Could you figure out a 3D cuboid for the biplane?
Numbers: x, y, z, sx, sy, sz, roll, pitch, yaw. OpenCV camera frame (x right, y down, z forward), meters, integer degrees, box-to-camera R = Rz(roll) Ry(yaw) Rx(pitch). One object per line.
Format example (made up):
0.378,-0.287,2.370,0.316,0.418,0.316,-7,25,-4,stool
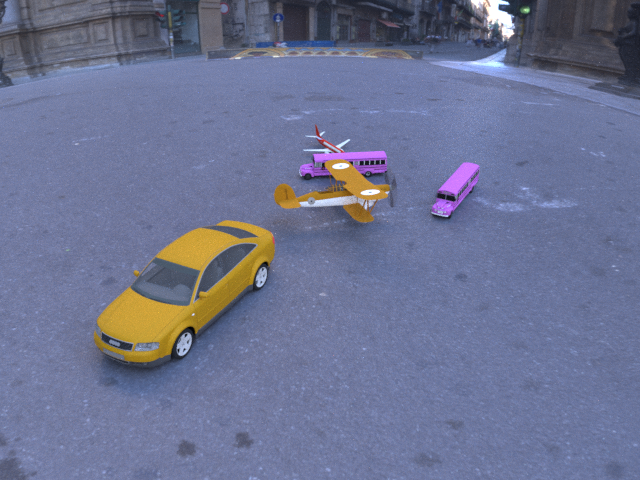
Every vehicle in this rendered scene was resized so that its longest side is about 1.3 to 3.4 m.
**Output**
0.263,-0.769,11.902,2.120,0.981,2.598,-7,30,-12,biplane

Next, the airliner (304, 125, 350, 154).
0.226,-2.049,14.749,1.161,0.429,1.307,-17,33,-27,airliner

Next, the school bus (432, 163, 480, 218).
2.470,-0.910,12.713,0.365,0.434,1.708,15,32,24,school bus

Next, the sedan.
-1.768,0.549,9.591,1.235,0.940,3.137,15,32,24,sedan

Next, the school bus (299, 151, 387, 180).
0.448,-1.470,13.712,1.708,0.434,0.365,-3,29,-6,school bus
